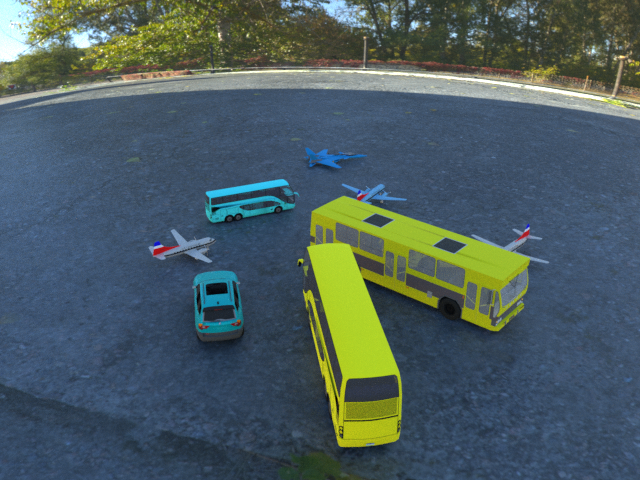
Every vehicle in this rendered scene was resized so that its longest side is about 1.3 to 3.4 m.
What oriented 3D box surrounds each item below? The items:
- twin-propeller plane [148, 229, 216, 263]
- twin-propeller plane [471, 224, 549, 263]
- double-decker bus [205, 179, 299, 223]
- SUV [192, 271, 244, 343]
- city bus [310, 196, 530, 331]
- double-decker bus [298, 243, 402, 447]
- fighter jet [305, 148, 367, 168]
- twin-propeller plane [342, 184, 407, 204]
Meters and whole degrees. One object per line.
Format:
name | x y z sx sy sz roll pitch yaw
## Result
twin-propeller plane | -2.145 0.084 11.126 1.095 0.407 1.370 -18 32 -31
twin-propeller plane | 3.060 0.074 11.147 1.370 0.407 1.095 24 36 38
double-decker bus | -1.213 -0.706 12.513 1.672 0.541 0.389 -12 29 -21
SUV | -1.397 0.803 9.543 0.656 0.580 1.572 -5 28 -9
city bus | 1.336 0.293 10.190 3.255 0.894 0.926 21 34 35
double-decker bus | 0.291 1.073 8.505 0.756 1.052 3.251 -4 28 -7
fighter jet | 0.369 -1.819 14.949 1.358 0.286 1.147 -7 28 -12
twin-propeller plane | 0.950 -0.890 13.015 1.370 0.407 1.095 16 31 28
